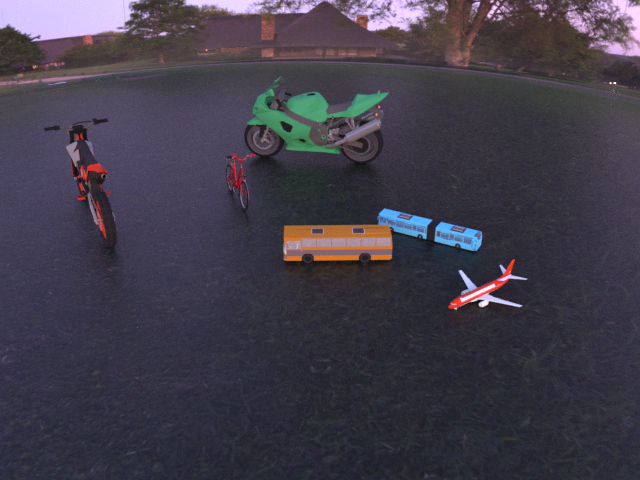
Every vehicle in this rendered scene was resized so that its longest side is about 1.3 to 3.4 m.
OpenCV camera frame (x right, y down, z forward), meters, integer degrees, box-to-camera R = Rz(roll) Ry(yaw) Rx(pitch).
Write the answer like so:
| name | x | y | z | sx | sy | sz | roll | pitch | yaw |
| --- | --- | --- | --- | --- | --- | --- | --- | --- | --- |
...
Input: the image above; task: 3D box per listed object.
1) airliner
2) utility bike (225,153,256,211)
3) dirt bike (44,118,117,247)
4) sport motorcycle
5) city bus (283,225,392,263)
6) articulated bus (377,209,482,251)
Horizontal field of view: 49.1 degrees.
| name | x | y | z | sx | sy | sz | roll | pitch | yaw |
| --- | --- | --- | --- | --- | --- | --- | --- | --- | --- |
| airliner | 2.294 | 0.637 | 9.866 | 1.307 | 0.429 | 1.161 | -19 | 34 | -31 |
| utility bike | -1.459 | -1.170 | 12.655 | 0.535 | 0.946 | 1.435 | -11 | 30 | -20 |
| dirt bike | -3.896 | -1.087 | 11.747 | 1.024 | 1.666 | 2.903 | -14 | 31 | -24 |
| sport motorcycle | -0.114 | -2.369 | 14.184 | 2.955 | 1.596 | 0.983 | 4 | 29 | 8 |
| city bus | 0.269 | 0.061 | 10.896 | 1.674 | 0.460 | 0.476 | -1 | 28 | -1 |
| articulated bus | 1.777 | -0.175 | 11.512 | 1.749 | 0.289 | 0.311 | 15 | 32 | 26 |
